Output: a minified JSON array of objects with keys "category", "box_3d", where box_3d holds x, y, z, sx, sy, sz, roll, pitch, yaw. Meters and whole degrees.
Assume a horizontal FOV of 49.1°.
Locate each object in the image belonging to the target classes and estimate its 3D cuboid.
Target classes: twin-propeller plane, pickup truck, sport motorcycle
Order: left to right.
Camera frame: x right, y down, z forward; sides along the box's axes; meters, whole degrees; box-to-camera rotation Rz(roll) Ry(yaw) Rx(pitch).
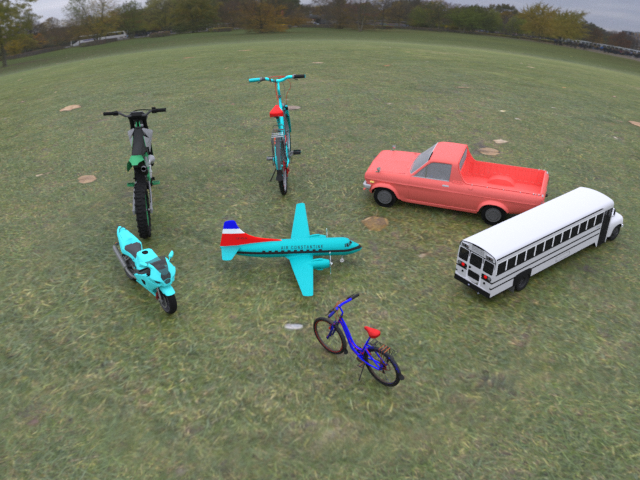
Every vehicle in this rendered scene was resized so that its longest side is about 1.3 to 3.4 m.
[{"category":"sport motorcycle","box_3d":[-2.418,0.416,9.766,0.506,0.821,1.520,-22,38,-33]},{"category":"twin-propeller plane","box_3d":[-0.426,0.026,10.447,2.129,0.792,2.663,-2,31,-3]},{"category":"pickup truck","box_3d":[2.340,-1.080,12.102,3.117,0.993,1.244,11,32,17]}]

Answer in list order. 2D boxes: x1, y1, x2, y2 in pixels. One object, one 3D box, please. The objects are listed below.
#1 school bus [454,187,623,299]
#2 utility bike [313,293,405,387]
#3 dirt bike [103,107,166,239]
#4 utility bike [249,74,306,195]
[{"category":"school bus","box_3d":[3.433,-0.059,10.539,3.322,0.844,0.709,-21,37,-31]},{"category":"utility bike","box_3d":[0.404,1.201,8.330,1.435,0.946,0.535,26,39,36]},{"category":"dirt bike","box_3d":[-3.027,-1.301,11.816,1.024,1.666,2.903,-6,31,-9]},{"category":"utility bike","box_3d":[-0.784,-2.049,12.900,1.039,1.839,2.791,0,31,0]}]
